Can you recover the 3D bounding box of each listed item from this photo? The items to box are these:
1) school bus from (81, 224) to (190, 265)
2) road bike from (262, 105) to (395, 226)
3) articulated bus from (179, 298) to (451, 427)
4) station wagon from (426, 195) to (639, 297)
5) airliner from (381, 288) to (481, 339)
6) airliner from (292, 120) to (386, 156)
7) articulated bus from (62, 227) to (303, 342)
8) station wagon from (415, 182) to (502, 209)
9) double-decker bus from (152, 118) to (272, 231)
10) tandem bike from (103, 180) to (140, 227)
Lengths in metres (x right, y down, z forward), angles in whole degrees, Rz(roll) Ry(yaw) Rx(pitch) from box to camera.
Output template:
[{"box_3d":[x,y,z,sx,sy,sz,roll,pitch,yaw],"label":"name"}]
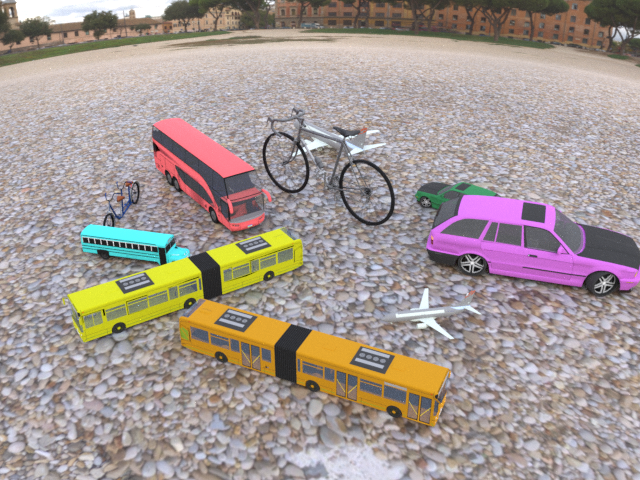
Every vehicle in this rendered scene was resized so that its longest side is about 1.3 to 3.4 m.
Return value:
[{"box_3d":[-2.831,0.092,10.808,1.708,0.434,0.365,7,31,12],"label":"school bus"},{"box_3d":[0.070,-1.297,11.981,3.004,1.656,0.697,24,38,35],"label":"road bike"},{"box_3d":[-0.138,1.418,8.405,3.401,0.561,0.605,13,33,21],"label":"articulated bus"},{"box_3d":[3.211,-0.012,10.503,3.105,0.920,1.327,9,31,15],"label":"station wagon"},{"box_3d":[1.462,0.909,9.410,1.307,0.429,1.161,-5,31,-8],"label":"airliner"},{"box_3d":[0.177,-2.275,14.476,2.257,0.835,2.541,-20,36,-31],"label":"airliner"},{"box_3d":[-1.800,0.568,9.866,3.401,0.561,0.605,-18,35,-28],"label":"articulated bus"},{"box_3d":[2.436,-0.728,12.178,1.597,0.473,0.682,22,37,33],"label":"station wagon"},{"box_3d":[-2.023,-1.190,12.396,0.756,1.052,3.251,-19,35,-30],"label":"double-decker bus"},{"box_3d":[-3.360,-0.665,11.863,0.283,0.682,1.642,4,30,6],"label":"tandem bike"}]
